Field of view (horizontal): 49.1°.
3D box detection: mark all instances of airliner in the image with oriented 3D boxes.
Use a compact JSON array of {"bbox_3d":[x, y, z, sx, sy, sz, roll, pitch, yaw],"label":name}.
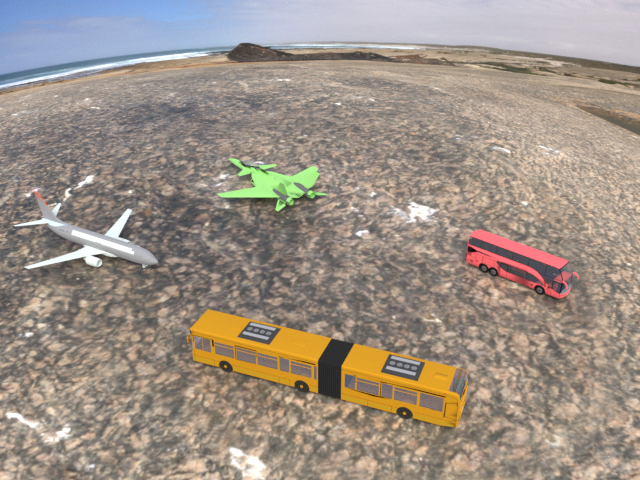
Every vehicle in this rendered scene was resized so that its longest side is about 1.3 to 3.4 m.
[{"bbox_3d":[-3.589,-0.155,11.093,2.541,0.835,2.257,15,32,25],"label":"airliner"}]

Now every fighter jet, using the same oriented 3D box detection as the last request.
[{"bbox_3d":[-1.093,-1.336,13.557,2.229,0.557,2.640,-20,34,-32],"label":"fighter jet"}]

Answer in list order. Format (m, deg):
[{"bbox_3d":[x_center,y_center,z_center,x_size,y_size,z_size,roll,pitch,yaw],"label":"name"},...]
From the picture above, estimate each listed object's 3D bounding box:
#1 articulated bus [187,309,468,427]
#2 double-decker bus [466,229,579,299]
[{"bbox_3d":[0.018,1.488,8.358,3.401,0.561,0.605,11,30,19],"label":"articulated bus"},{"bbox_3d":[2.983,0.358,10.457,1.672,0.541,0.389,23,36,36],"label":"double-decker bus"}]
